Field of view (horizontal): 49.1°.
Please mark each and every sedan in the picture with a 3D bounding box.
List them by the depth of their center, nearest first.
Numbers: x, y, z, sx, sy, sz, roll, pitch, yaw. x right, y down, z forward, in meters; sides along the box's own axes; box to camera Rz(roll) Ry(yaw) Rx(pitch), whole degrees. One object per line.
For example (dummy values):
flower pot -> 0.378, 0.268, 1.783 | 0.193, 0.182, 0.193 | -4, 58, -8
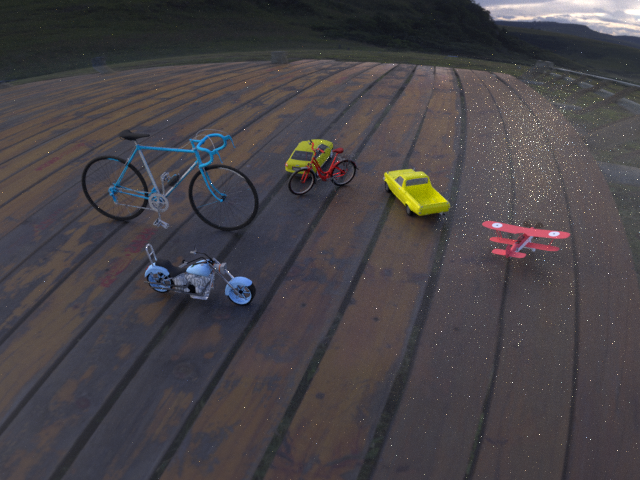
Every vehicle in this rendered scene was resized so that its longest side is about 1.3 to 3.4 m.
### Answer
sedan -> -0.184, -1.669, 13.578 | 0.635, 0.483, 1.613 | 9, 30, 15

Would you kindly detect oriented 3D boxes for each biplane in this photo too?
biplane -> 2.996, 0.029, 10.531 | 1.336, 0.504, 1.090 | 20, 35, 31

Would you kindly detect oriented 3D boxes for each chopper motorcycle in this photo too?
chopper motorcycle -> -1.643, 0.470, 9.483 | 1.563, 0.761, 0.466 | 6, 30, 11

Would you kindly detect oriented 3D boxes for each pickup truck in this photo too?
pickup truck -> 1.650, -0.873, 12.131 | 0.640, 0.511, 1.603 | -9, 30, -15

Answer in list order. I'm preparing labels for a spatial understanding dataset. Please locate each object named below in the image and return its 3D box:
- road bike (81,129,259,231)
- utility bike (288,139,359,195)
road bike -> -2.437, -0.963, 11.122 | 3.004, 1.656, 0.696 | 6, 30, 10
utility bike -> 0.100, -1.286, 12.422 | 1.435, 0.946, 0.535 | -15, 32, -24
